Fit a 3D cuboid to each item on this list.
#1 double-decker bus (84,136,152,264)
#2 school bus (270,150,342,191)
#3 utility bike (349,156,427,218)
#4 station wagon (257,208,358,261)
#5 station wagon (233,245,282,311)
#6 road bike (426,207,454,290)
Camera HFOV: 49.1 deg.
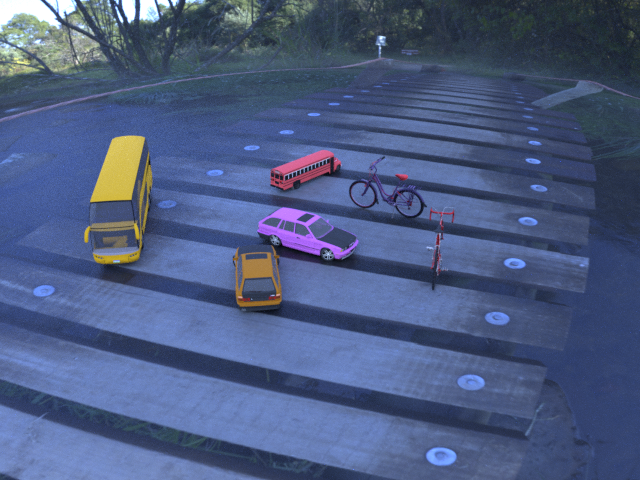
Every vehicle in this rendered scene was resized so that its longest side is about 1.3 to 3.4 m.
[{"bbox_3d":[-3.183,-0.705,11.354,0.756,1.052,3.251,-4,27,-8],"label":"double-decker bus"},{"bbox_3d":[-0.227,-1.352,13.326,0.365,0.434,1.708,22,34,36],"label":"school bus"},{"bbox_3d":[1.115,-0.854,11.768,1.435,0.946,0.535,13,30,25],"label":"utility bike"},{"bbox_3d":[-0.186,-0.129,10.852,1.597,0.473,0.682,15,30,27],"label":"station wagon"},{"bbox_3d":[-0.878,0.416,9.769,0.682,0.473,1.597,-3,27,-6],"label":"station wagon"},{"bbox_3d":[1.695,0.075,10.028,0.358,0.852,1.545,6,27,11],"label":"road bike"}]
